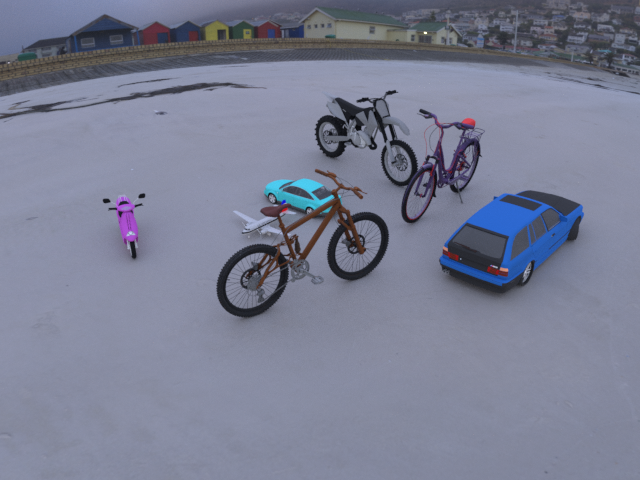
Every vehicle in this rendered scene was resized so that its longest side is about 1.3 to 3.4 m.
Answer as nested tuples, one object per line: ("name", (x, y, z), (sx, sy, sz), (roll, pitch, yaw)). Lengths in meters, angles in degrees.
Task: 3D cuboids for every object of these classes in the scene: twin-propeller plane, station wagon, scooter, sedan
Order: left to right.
("scooter", (-3.152, -0.363, 11.416), (0.662, 0.919, 1.399), (-10, 30, -17))
("twin-propeller plane", (-0.933, -0.354, 11.936), (1.370, 0.407, 1.095), (23, 36, 36))
("sedan", (-0.333, -0.850, 12.772), (1.613, 0.483, 0.635), (21, 35, 34))
("station wagon", (3.166, -0.216, 11.142), (1.327, 0.920, 3.105), (22, 35, 34))

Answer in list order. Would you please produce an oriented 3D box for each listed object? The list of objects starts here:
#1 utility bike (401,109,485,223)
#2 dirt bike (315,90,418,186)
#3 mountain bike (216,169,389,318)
("utility bike", (2.331, -1.416, 12.394), (1.039, 1.839, 2.791), (21, 35, 33))
("dirt bike", (0.885, -2.164, 13.957), (1.024, 1.666, 2.903), (-22, 35, -35))
("mountain bike", (-0.162, 0.065, 9.817), (2.857, 1.688, 1.114), (-17, 33, -29))
